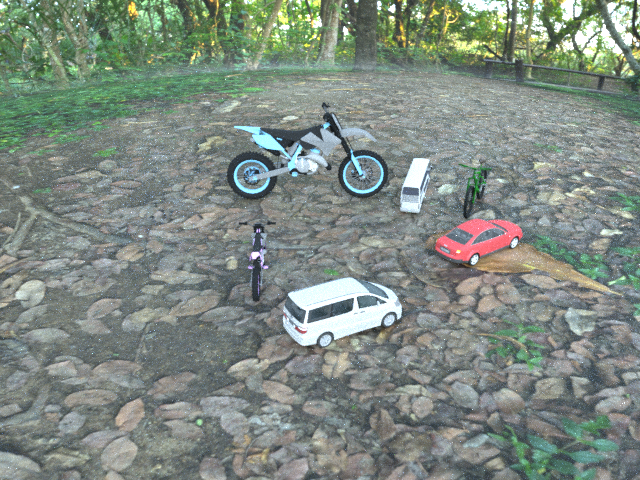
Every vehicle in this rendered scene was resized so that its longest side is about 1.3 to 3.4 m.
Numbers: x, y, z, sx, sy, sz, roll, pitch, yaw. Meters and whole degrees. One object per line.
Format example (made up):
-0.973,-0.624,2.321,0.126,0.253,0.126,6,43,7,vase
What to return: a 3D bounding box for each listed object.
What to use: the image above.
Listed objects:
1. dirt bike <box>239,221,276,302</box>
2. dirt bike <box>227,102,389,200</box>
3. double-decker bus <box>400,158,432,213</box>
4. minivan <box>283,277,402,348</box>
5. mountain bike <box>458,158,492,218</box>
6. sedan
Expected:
-0.881,0.202,9.904,0.527,0.857,1.493,0,27,0,dirt bike
-0.219,-1.508,12.419,2.903,1.666,1.024,-1,27,-1,dirt bike
1.749,-1.019,12.699,0.389,0.541,1.672,7,27,13,double-decker bus
0.311,0.845,8.889,1.548,0.616,0.681,-14,30,-25,minivan
2.731,-0.970,12.237,0.573,0.868,1.469,12,29,22,mountain bike
2.489,-0.056,10.838,1.613,0.483,0.635,-18,32,-32,sedan
